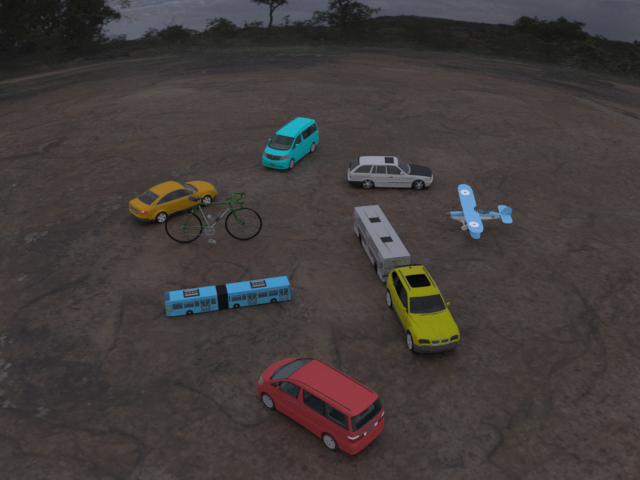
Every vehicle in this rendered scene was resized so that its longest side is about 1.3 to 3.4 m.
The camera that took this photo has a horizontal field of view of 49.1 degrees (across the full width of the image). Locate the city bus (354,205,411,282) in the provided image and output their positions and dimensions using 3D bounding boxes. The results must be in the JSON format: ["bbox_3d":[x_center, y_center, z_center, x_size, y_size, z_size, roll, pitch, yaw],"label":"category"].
[{"bbox_3d":[0.933,0.042,10.873,0.476,0.460,1.674,-6,31,-11],"label":"city bus"}]

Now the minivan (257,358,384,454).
[{"bbox_3d":[-0.033,1.730,7.797,1.548,0.616,0.681,24,38,35],"label":"minivan"}]

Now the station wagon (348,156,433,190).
[{"bbox_3d":[1.326,-1.288,13.160,1.597,0.473,0.682,2,30,3],"label":"station wagon"}]

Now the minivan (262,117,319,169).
[{"bbox_3d":[-0.591,-1.958,14.178,0.681,0.616,1.548,14,33,22],"label":"minivan"}]

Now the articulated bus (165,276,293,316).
[{"bbox_3d":[-1.268,0.782,9.763,1.749,0.289,0.311,-7,31,-12],"label":"articulated bus"}]

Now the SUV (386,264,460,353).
[{"bbox_3d":[1.344,0.871,9.318,0.656,0.580,1.572,-6,31,-10],"label":"SUV"}]

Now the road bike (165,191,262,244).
[{"bbox_3d":[-1.701,-0.343,11.148,1.545,0.852,0.358,-3,30,-5],"label":"road bike"}]

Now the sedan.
[{"bbox_3d":[-2.548,-0.757,12.232,1.613,0.483,0.635,-25,38,-36],"label":"sedan"}]

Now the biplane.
[{"bbox_3d":[2.634,-0.408,11.607,1.090,0.504,1.336,0,30,0],"label":"biplane"}]
